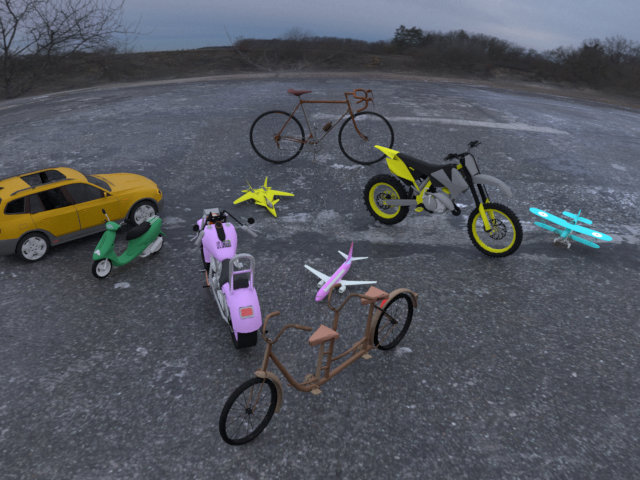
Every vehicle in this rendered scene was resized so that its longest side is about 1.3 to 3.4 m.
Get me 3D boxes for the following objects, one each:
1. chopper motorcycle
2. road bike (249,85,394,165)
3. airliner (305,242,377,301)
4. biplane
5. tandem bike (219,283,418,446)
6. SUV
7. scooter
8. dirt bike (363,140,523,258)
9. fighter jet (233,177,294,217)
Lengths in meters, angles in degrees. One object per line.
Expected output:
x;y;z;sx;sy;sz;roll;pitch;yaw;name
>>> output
-1.308;0.237;9.495;0.906;1.480;3.040;-8;28;-16;chopper motorcycle
0.032;-2.338;14.398;3.004;1.656;0.697;1;27;2;road bike
0.230;0.472;10.194;1.161;0.429;1.307;12;29;23;airliner
4.102;-0.192;11.426;1.336;0.504;1.090;16;31;29;biplane
0.120;1.143;7.874;0.550;1.326;3.192;24;35;39;tandem bike
-4.123;-0.621;11.583;3.058;1.128;1.276;-21;34;-35;SUV
-2.922;-0.035;10.656;0.662;0.919;1.399;19;33;33;scooter
1.930;-0.755;11.253;2.903;1.666;1.024;19;33;33;dirt bike
-0.997;-0.777;12.825;1.147;0.286;1.358;-9;28;-17;fighter jet
